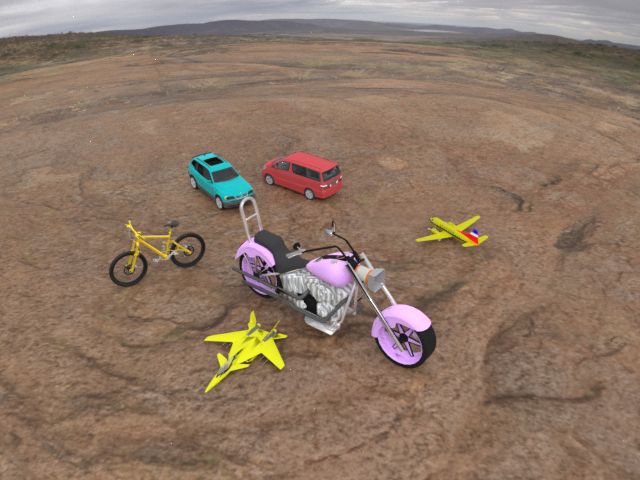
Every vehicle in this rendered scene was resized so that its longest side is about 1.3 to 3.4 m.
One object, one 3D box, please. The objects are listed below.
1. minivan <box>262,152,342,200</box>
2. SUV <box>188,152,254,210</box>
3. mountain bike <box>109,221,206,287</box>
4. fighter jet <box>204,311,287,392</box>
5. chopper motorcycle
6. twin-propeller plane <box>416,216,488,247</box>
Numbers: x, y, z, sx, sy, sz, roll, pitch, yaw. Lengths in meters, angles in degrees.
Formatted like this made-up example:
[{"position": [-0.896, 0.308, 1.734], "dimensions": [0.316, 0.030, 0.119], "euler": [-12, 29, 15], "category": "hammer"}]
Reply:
[{"position": [-0.354, -1.225, 12.598], "dimensions": [1.548, 0.616, 0.681], "euler": [22, 37, 32], "category": "minivan"}, {"position": [-1.773, -1.079, 12.388], "dimensions": [0.656, 0.580, 1.572], "euler": [-20, 36, -30], "category": "SUV"}, {"position": [-2.334, 0.148, 10.058], "dimensions": [1.469, 0.868, 0.573], "euler": [-19, 36, -28], "category": "mountain bike"}, {"position": [-1.000, 1.381, 8.562], "dimensions": [1.147, 0.286, 1.358], "euler": [16, 34, 24], "category": "fighter jet"}, {"position": [0.107, 0.504, 8.867], "dimensions": [3.040, 1.480, 0.906], "euler": [21, 37, 31], "category": "chopper motorcycle"}, {"position": [2.102, -0.175, 11.045], "dimensions": [1.370, 0.407, 1.095], "euler": [-20, 36, -29], "category": "twin-propeller plane"}]
